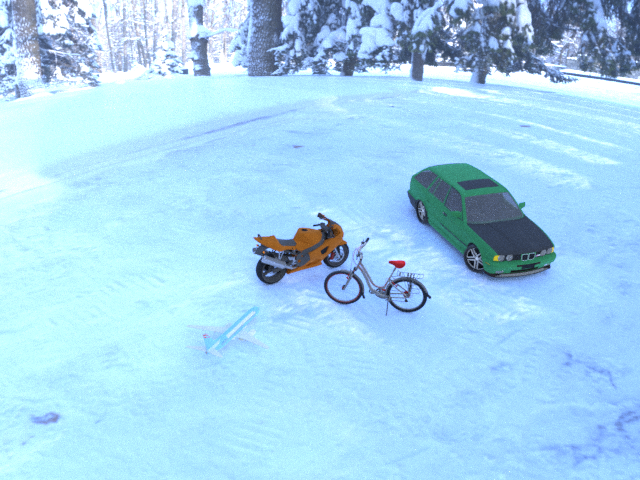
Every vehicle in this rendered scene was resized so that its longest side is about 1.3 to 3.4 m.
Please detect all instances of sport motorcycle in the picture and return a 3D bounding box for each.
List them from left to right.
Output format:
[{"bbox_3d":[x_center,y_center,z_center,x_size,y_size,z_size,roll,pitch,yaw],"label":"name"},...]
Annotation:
[{"bbox_3d":[-0.246,0.139,10.026,1.520,0.821,0.506,-13,29,-25],"label":"sport motorcycle"}]

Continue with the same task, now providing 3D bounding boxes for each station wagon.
[{"bbox_3d":[2.494,-0.446,11.121,1.327,0.920,3.105,-8,27,-15],"label":"station wagon"}]

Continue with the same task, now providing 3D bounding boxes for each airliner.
[{"bbox_3d":[-1.073,1.036,8.619,1.161,0.429,1.307,11,28,22],"label":"airliner"}]

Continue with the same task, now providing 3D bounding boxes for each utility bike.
[{"bbox_3d":[0.735,0.520,9.092,1.435,0.946,0.535,6,26,12],"label":"utility bike"}]
